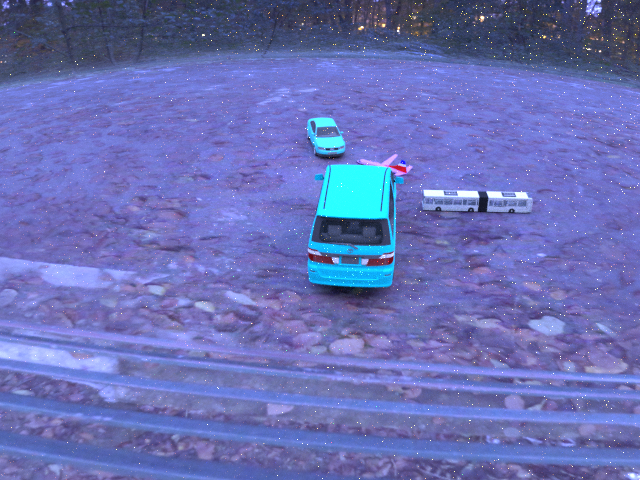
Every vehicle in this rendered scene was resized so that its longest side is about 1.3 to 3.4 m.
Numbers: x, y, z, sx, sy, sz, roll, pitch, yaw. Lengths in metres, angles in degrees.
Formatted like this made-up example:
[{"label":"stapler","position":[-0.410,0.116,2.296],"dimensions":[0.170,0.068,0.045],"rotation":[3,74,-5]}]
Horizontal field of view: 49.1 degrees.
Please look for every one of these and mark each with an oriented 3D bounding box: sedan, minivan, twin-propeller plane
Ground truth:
[{"label":"sedan","position":[0.111,-2.098,13.891],"dimensions":[0.635,0.483,1.613],"rotation":[-4,28,-8]},{"label":"minivan","position":[0.522,-0.432,10.007],"dimensions":[1.324,1.197,3.011],"rotation":[3,28,5]},{"label":"twin-propeller plane","position":[1.092,-1.343,12.555],"dimensions":[1.095,0.407,1.370],"rotation":[20,34,33]}]

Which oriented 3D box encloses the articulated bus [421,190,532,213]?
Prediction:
[{"label":"articulated bus","position":[2.524,-0.627,11.338],"dimensions":[1.749,0.289,0.311],"rotation":[2,28,3]}]
